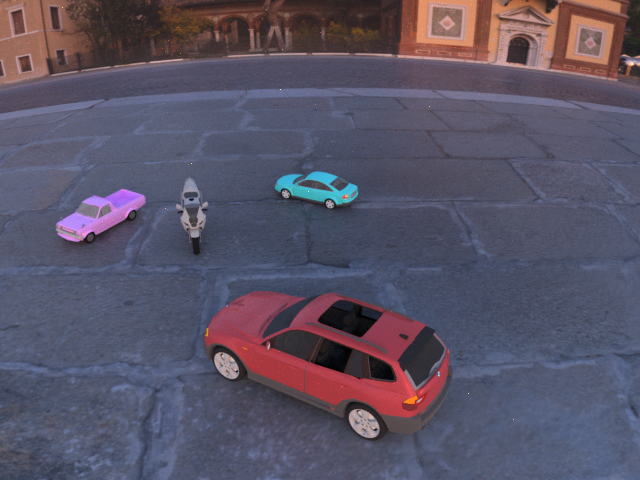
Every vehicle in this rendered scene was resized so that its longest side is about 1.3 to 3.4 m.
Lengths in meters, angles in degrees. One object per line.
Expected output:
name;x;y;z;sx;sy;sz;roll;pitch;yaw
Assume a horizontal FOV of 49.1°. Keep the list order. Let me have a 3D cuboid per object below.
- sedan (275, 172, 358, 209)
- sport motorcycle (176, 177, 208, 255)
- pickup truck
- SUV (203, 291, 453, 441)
sedan;-0.084;-0.994;12.974;1.613;0.483;0.635;14;32;24
sport motorcycle;-2.098;-0.409;11.569;0.506;0.821;1.520;-6;29;-10
pickup truck;-3.742;-0.481;12.019;0.640;0.511;1.603;16;33;27
SUV;0.031;1.239;8.274;3.058;1.128;1.276;16;33;27
